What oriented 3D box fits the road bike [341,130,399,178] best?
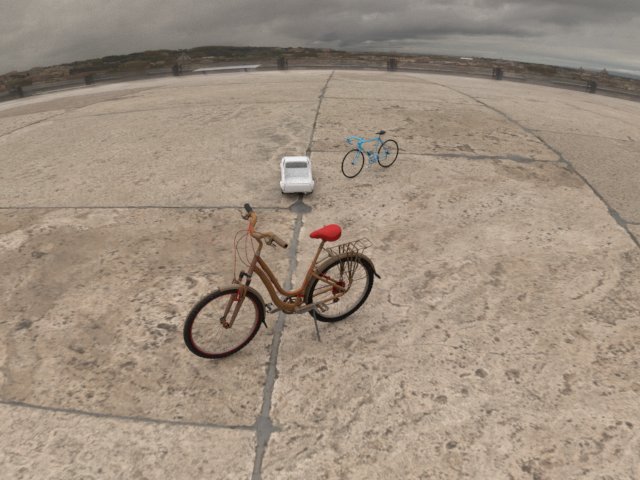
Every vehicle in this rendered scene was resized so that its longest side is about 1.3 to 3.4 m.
[{"bbox_3d":[1.030,-1.764,14.121,1.545,0.852,0.358,-20,33,-33],"label":"road bike"}]

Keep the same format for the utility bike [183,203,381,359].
[{"bbox_3d":[-0.346,0.503,8.601,2.791,1.839,1.039,-15,30,-26],"label":"utility bike"}]

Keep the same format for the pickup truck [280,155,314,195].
[{"bbox_3d":[-0.457,-1.314,13.616,0.640,0.511,1.603,-1,27,-3],"label":"pickup truck"}]
